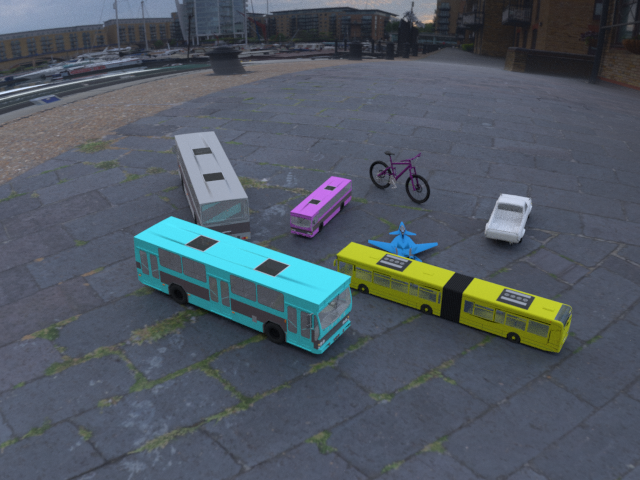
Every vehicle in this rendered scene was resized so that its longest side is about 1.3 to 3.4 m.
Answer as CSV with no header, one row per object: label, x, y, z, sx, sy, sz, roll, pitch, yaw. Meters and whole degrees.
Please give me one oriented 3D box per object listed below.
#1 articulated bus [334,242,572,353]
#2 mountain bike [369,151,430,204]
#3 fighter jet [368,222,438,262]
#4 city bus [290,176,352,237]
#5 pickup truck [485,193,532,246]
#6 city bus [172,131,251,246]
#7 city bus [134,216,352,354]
articulated bus,1.768,0.755,9.921,3.401,0.561,0.605,17,33,27
mountain bike,1.490,-1.238,13.188,0.573,0.868,1.469,-25,38,-38
fighter jet,1.385,-0.070,11.687,1.147,0.286,1.358,2,29,4
city bus,0.040,-0.593,12.449,0.476,0.460,1.674,13,32,23
pickup truck,3.270,-0.420,12.086,0.640,0.511,1.603,11,31,19
city bus,-2.002,-0.979,12.695,0.926,0.894,3.255,-9,30,-15
city bus,-1.146,0.600,9.858,3.255,0.894,0.926,17,33,28
